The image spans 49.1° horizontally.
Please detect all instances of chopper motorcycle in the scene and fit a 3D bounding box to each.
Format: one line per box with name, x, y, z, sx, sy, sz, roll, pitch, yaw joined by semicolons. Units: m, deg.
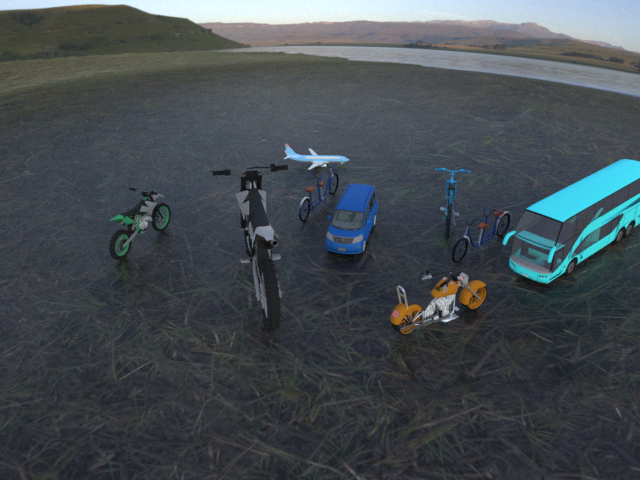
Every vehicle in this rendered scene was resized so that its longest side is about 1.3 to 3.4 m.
chopper motorcycle;1.551;0.721;8.922;1.563;0.761;0.466;-17;32;-29

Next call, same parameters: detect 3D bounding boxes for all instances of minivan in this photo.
minivan;0.522;-0.344;11.137;0.681;0.616;1.548;7;28;13

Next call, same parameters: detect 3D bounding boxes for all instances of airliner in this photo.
airliner;-0.067;-1.713;13.979;1.307;0.429;1.161;0;27;0

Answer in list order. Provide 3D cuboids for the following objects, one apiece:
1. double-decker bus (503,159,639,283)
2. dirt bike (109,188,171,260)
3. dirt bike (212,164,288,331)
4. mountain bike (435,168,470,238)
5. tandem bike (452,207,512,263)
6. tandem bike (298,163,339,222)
double-decker bus;4.021;-0.320;10.616;3.251;1.052;0.756;-23;35;-37
dirt bike;-2.785;-0.319;10.826;0.527;0.857;1.493;12;30;21
dirt bike;-0.867;-0.097;9.517;1.024;1.666;2.903;-6;28;-11
mountain bike;2.129;-0.649;11.449;0.573;0.868;1.469;5;28;9
tandem bike;2.513;-0.170;10.729;0.283;0.682;1.642;24;36;38
tandem bike;-0.011;-0.870;12.078;0.283;0.682;1.642;12;30;22
